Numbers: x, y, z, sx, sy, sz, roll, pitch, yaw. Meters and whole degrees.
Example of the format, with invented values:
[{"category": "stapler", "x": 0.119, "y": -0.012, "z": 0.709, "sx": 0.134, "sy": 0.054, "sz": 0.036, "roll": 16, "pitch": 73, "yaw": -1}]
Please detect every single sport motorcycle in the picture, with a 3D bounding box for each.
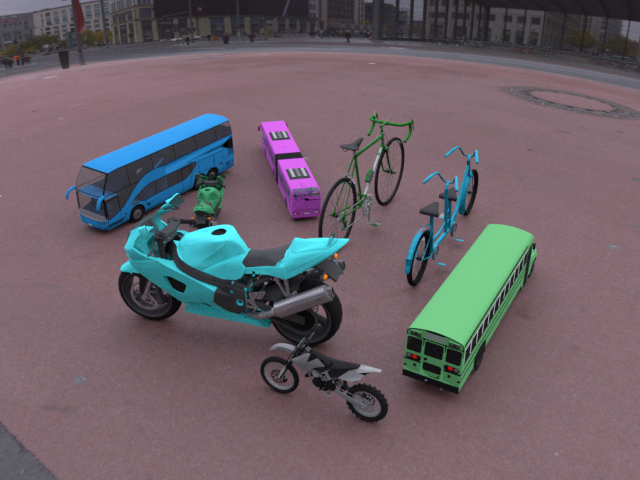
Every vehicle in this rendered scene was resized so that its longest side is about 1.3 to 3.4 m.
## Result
[{"category": "sport motorcycle", "x": -1.111, "y": 0.431, "z": 8.390, "sx": 2.955, "sy": 1.596, "sz": 0.983, "roll": 7, "pitch": 30, "yaw": 12}, {"category": "sport motorcycle", "x": -1.722, "y": -0.486, "z": 10.823, "sx": 0.506, "sy": 0.821, "sz": 1.520, "roll": 0, "pitch": 29, "yaw": 1}]

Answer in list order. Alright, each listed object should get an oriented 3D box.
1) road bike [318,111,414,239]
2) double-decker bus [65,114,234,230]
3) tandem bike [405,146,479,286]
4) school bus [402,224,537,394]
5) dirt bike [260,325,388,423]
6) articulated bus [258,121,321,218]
[{"category": "road bike", "x": 0.715, "y": -0.954, "z": 10.805, "sx": 0.696, "sy": 1.656, "sz": 3.004, "roll": 15, "pitch": 33, "yaw": 25}, {"category": "double-decker bus", "x": -2.727, "y": -1.190, "z": 11.844, "sx": 0.756, "sy": 1.052, "sz": 3.251, "roll": 18, "pitch": 34, "yaw": 29}, {"category": "tandem bike", "x": 1.866, "y": -0.479, "z": 10.294, "sx": 0.550, "sy": 1.326, "sz": 3.192, "roll": 14, "pitch": 32, "yaw": 24}, {"category": "school bus", "x": 2.017, "y": 0.650, "z": 8.769, "sx": 0.709, "sy": 0.844, "sz": 3.322, "roll": 16, "pitch": 33, "yaw": 26}, {"category": "dirt bike", "x": 0.019, "y": 1.422, "z": 7.374, "sx": 1.493, "sy": 0.857, "sz": 0.527, "roll": 13, "pitch": 32, "yaw": 22}, {"category": "articulated bus", "x": -0.581, "y": -1.356, "z": 12.645, "sx": 0.605, "sy": 0.561, "sz": 3.401, "roll": -6, "pitch": 30, "yaw": -11}]
